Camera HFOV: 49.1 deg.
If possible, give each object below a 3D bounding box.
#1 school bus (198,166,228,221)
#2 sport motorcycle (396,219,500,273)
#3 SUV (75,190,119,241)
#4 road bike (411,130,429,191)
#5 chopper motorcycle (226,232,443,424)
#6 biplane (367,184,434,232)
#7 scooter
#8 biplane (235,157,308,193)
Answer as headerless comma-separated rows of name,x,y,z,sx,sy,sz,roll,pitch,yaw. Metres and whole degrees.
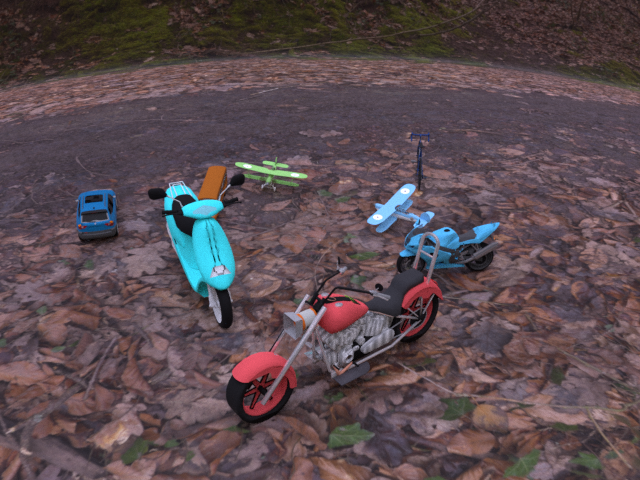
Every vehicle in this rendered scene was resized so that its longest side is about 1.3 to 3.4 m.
school bus,-1.905,-0.787,12.347,0.365,0.434,1.708,0,29,0
sport motorcycle,1.868,0.127,10.267,1.520,0.821,0.506,-5,29,-9
SUV,-3.731,-0.518,11.700,0.656,0.580,1.572,-7,29,-13
road bike,1.894,-1.542,13.294,0.358,0.852,1.545,3,29,5
chopper motorcycle,0.266,0.957,8.057,3.040,1.480,0.906,-20,34,-32
biplane,1.331,-0.432,11.622,1.090,0.504,1.336,19,34,31
scooter,-1.703,-0.111,9.695,1.288,1.786,2.721,-12,31,-21
biplane,-0.878,-1.236,13.096,1.336,0.504,1.090,3,29,5
